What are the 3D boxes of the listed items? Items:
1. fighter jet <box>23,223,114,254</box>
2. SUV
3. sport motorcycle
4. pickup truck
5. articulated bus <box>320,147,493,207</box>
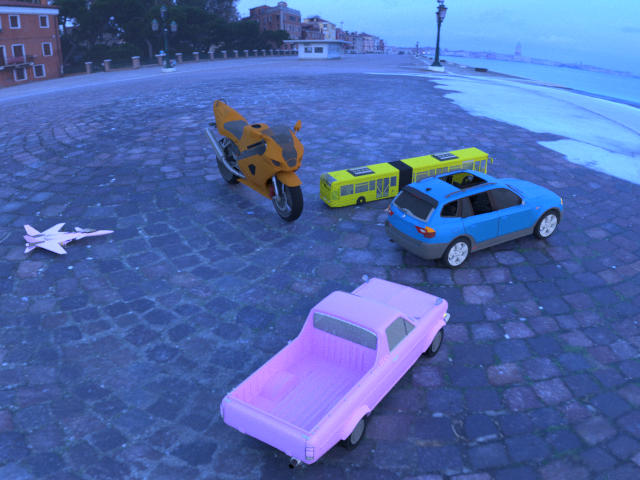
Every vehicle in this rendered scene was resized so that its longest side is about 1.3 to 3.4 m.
[{"bbox_3d":[-3.993,-0.115,11.149,1.358,0.286,1.147,-9,28,-17],"label":"fighter jet"},{"bbox_3d":[2.479,-0.514,11.006,3.058,1.128,1.276,-15,30,-28],"label":"SUV"},{"bbox_3d":[-1.135,-1.456,12.365,0.983,1.596,2.955,-16,31,-29],"label":"sport motorcycle"},{"bbox_3d":[0.308,1.222,7.691,1.244,0.993,3.117,17,31,30],"label":"pickup truck"},{"bbox_3d":[1.625,-1.178,12.964,3.401,0.561,0.605,-12,29,-23],"label":"articulated bus"}]
